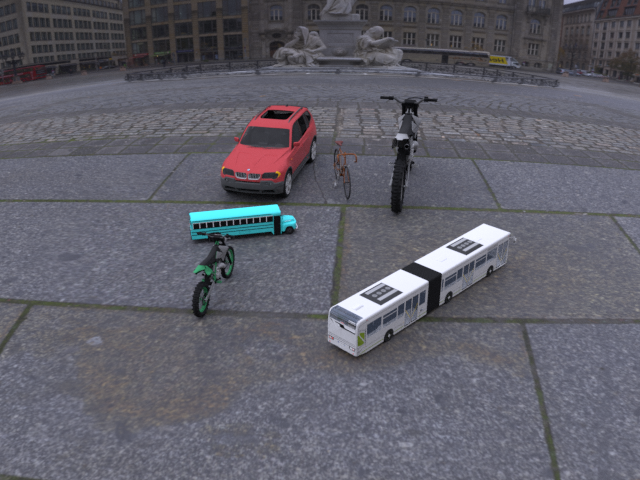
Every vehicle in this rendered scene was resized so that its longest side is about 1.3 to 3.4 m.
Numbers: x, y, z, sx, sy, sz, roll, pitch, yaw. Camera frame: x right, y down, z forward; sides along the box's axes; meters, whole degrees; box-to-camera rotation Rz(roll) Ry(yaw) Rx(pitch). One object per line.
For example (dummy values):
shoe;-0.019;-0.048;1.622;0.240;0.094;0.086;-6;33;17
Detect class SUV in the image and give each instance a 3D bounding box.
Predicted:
SUV;-0.913;-1.790;13.446;1.276;1.128;3.058;6;27;12

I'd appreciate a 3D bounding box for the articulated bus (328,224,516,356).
articulated bus;1.447;0.572;9.323;0.605;0.561;3.401;24;35;39

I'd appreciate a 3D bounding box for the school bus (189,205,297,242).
school bus;-1.214;-0.279;11.181;1.708;0.434;0.365;-6;27;-12

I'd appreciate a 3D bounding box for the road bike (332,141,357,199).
road bike;0.405;-1.350;12.871;0.358;0.852;1.545;-4;27;-8

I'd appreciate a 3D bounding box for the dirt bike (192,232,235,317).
dirt bike;-1.430;0.367;9.403;0.527;0.857;1.493;6;27;11

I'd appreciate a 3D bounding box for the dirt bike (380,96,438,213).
dirt bike;1.530;-1.693;12.644;1.024;1.666;2.903;5;27;11
